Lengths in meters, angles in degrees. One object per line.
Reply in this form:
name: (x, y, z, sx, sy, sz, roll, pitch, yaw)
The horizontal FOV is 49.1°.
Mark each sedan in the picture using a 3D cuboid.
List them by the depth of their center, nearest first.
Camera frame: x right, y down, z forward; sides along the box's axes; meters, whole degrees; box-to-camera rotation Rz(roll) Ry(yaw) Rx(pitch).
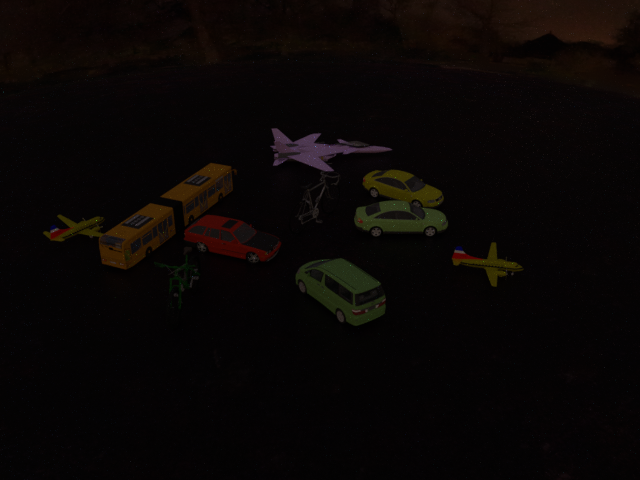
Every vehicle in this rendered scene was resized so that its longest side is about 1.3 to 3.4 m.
sedan: (1.404, -0.397, 12.093, 1.613, 0.483, 0.635, 0, 28, 0)
sedan: (1.567, -1.000, 13.209, 1.613, 0.483, 0.635, 19, 34, 32)

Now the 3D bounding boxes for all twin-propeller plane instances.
twin-propeller plane: (2.599, 0.325, 10.835, 1.095, 0.407, 1.370, 6, 29, 11)
twin-propeller plane: (-4.101, -0.233, 11.868, 1.370, 0.407, 1.095, 19, 34, 31)

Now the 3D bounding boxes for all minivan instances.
minivan: (0.261, 0.635, 10.041, 0.681, 0.616, 1.548, -19, 34, -31)

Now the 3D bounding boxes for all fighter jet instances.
fighter jet: (0.267, -2.051, 15.079, 2.640, 0.557, 2.229, -3, 29, -6)

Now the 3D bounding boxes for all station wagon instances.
station wagon: (-1.429, -0.051, 11.461, 1.597, 0.473, 0.682, 11, 30, 20)

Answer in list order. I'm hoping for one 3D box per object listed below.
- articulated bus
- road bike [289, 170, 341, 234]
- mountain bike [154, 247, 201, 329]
articulated bus: (-2.546, -0.505, 12.210, 0.605, 0.561, 3.401, 12, 30, 20)
road bike: (-0.078, -0.683, 12.234, 0.358, 0.852, 1.545, 18, 33, 30)
mountain bike: (-1.928, 0.581, 9.875, 0.573, 0.868, 1.469, 4, 29, 7)
